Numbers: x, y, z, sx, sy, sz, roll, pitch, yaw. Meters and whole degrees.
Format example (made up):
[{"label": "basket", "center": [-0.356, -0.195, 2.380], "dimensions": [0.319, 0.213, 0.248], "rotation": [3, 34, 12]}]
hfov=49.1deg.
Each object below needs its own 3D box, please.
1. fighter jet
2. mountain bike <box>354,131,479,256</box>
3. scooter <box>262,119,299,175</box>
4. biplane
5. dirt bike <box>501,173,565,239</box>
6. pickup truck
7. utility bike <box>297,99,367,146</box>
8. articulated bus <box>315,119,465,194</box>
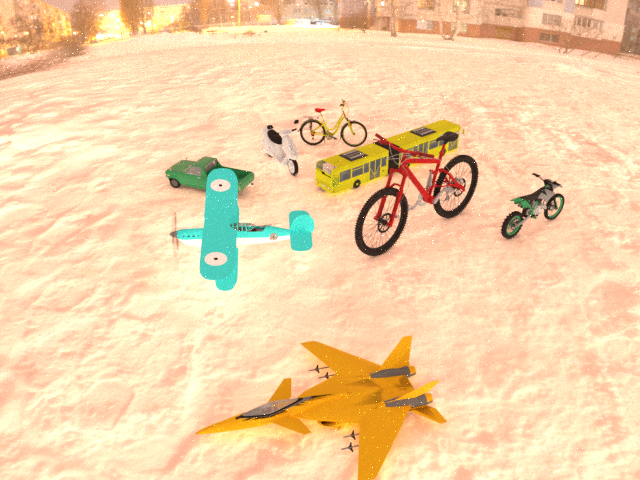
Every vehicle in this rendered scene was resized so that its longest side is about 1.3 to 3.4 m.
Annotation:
[{"label": "fighter jet", "center": [-0.047, 1.714, 7.625], "dimensions": [2.640, 0.557, 2.229], "rotation": [-8, 31, -14]}, {"label": "mountain bike", "center": [1.578, -0.833, 10.841], "dimensions": [2.857, 1.688, 1.114], "rotation": [-25, 39, -36]}, {"label": "scooter", "center": [-0.762, -1.858, 13.343], "dimensions": [0.662, 0.919, 1.399], "rotation": [-16, 34, -25]}, {"label": "biplane", "center": [-1.134, -0.072, 10.243], "dimensions": [2.120, 0.981, 2.598], "rotation": [-2, 31, -4]}, {"label": "dirt bike", "center": [3.444, -0.561, 11.198], "dimensions": [1.493, 0.857, 0.527], "rotation": [-20, 36, -30]}, {"label": "pickup truck", "center": [-1.994, -1.186, 12.601], "dimensions": [1.603, 0.511, 0.640], "rotation": [12, 33, 20]}, {"label": "utility bike", "center": [0.252, -2.376, 14.197], "dimensions": [1.435, 0.946, 0.535], "rotation": [3, 31, 5]}, {"label": "articulated bus", "center": [1.378, -1.621, 13.292], "dimensions": [3.401, 0.561, 0.605], "rotation": [-22, 37, -33]}]
